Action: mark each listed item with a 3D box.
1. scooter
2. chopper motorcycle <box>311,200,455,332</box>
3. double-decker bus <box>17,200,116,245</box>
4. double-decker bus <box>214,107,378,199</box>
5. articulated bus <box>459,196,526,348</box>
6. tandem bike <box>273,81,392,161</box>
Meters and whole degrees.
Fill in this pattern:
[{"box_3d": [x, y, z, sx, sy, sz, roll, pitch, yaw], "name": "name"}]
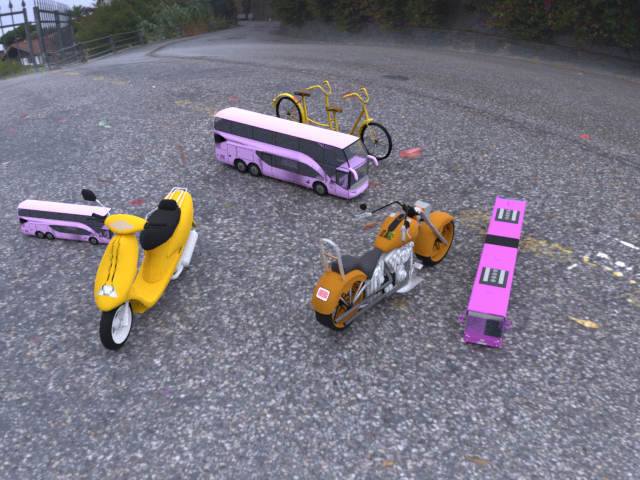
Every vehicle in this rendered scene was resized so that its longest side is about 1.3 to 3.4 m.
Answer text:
[{"box_3d": [-2.293, 0.055, 9.313, 1.288, 1.786, 2.721, 7, 31, 12], "name": "scooter"}, {"box_3d": [0.979, 0.111, 9.520, 0.906, 1.480, 3.040, 23, 38, 34], "name": "chopper motorcycle"}, {"box_3d": [-3.952, -0.281, 11.118, 1.672, 0.541, 0.389, 6, 31, 10], "name": "double-decker bus"}, {"box_3d": [-0.536, -1.609, 12.880, 3.251, 1.052, 0.756, 18, 35, 28], "name": "double-decker bus"}, {"box_3d": [2.559, 0.326, 10.063, 0.605, 0.561, 3.401, 10, 32, 16], "name": "articulated bus"}, {"box_3d": [0.189, -2.560, 14.233, 3.192, 1.326, 0.550, 24, 38, 35], "name": "tandem bike"}]
